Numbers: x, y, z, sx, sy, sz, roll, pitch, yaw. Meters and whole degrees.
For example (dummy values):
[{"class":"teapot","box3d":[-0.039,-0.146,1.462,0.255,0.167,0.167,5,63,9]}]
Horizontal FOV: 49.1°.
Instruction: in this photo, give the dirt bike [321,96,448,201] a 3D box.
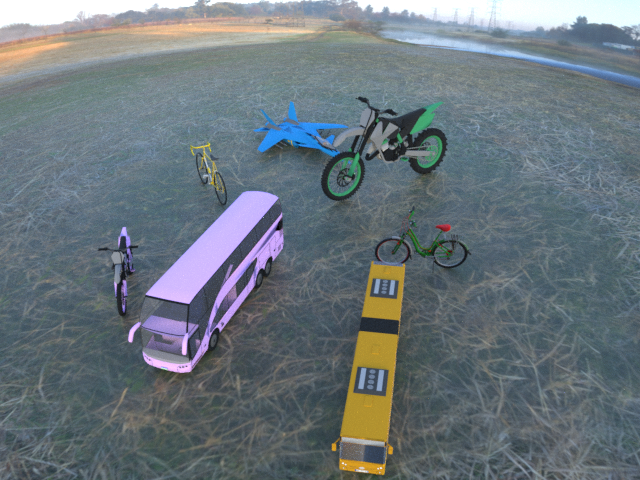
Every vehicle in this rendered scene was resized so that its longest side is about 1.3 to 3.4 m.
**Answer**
[{"class":"dirt bike","box3d":[1.233,-1.711,12.549,2.903,1.666,1.024,-20,36,-30]}]

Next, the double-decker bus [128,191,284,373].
[{"class":"double-decker bus","box3d":[-1.374,0.480,9.456,0.756,1.052,3.251,10,32,16]}]

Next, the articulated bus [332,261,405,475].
[{"class":"articulated bus","box3d":[0.685,1.353,8.465,0.605,0.561,3.401,5,31,8]}]

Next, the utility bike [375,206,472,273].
[{"class":"utility bike","box3d":[1.533,0.047,10.291,1.435,0.946,0.535,2,31,3]}]

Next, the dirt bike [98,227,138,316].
[{"class":"dirt bike","box3d":[-2.756,0.376,9.823,0.527,0.857,1.493,-4,31,-7]}]

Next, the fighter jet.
[{"class":"fighter jet","box3d":[-0.197,-2.164,14.400,2.229,0.557,2.640,-21,37,-31]}]

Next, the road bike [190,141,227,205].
[{"class":"road bike","box3d":[-1.961,-1.219,12.518,0.358,0.852,1.545,-15,34,-24]}]
